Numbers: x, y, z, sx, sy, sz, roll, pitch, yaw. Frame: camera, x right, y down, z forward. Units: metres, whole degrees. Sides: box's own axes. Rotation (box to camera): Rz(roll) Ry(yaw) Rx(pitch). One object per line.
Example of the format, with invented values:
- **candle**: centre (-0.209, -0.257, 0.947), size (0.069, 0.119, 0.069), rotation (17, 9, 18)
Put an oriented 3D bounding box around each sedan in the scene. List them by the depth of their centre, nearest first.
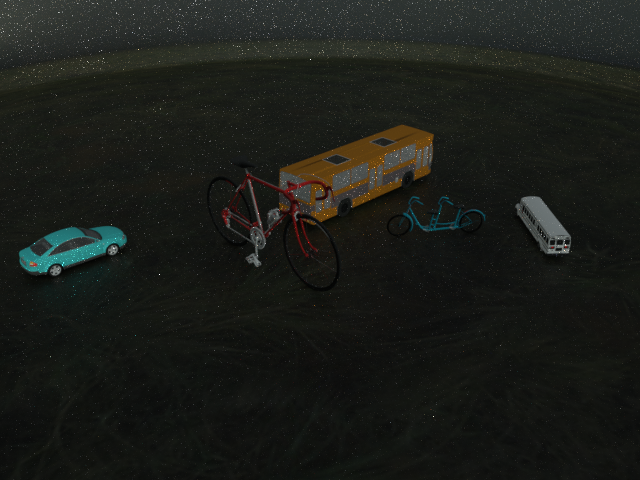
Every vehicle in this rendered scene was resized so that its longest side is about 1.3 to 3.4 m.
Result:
- **sedan**: centre (-3.762, 0.081, 10.725), size (1.613, 0.483, 0.635), rotation (-23, 36, -36)

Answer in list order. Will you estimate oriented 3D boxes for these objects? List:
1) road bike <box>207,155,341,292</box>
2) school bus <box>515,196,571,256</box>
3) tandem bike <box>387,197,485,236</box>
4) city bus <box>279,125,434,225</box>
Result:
- **road bike**: centre (-0.769, -0.348, 10.286), size (0.696, 1.656, 3.004), rotation (-25, 37, -38)
- **school bus**: centre (3.603, -0.277, 11.438), size (0.365, 0.434, 1.708), rotation (-2, 28, -3)
- **tandem bike**: centre (1.902, -0.389, 11.384), size (1.642, 0.682, 0.283), rotation (-3, 29, -6)
- **city bus**: centre (0.734, -1.202, 12.665), size (3.255, 0.894, 0.926), rotation (-25, 37, -38)
